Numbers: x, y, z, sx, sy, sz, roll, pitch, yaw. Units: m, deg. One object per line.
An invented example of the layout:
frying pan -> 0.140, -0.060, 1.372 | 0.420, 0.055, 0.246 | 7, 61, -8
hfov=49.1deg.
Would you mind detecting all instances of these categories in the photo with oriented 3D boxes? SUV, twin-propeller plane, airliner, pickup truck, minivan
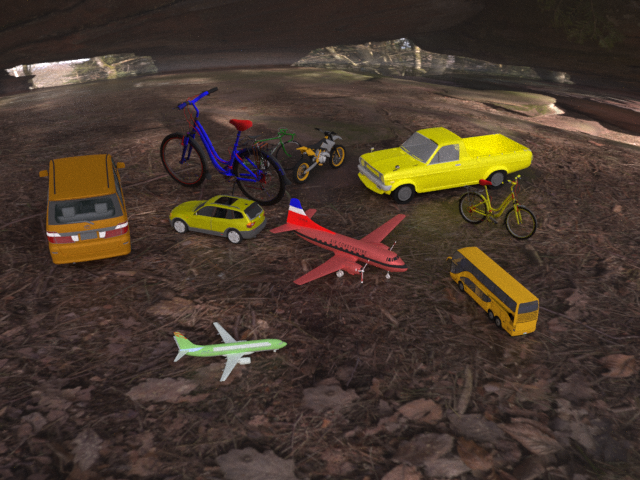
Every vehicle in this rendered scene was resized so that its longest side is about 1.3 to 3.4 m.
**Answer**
SUV -> -1.623, -0.398, 11.045 | 1.572, 0.580, 0.656 | 10, 29, 20
twin-propeller plane -> 0.344, -0.018, 10.063 | 2.129, 0.792, 2.663 | 19, 32, 32
airliner -> -1.032, 1.178, 8.105 | 1.307, 0.429, 1.161 | -5, 27, -10
pickup truck -> 2.275, -1.478, 12.719 | 3.117, 0.993, 1.244 | -10, 29, -19
minivan -> -3.656, -0.686, 10.932 | 1.324, 1.197, 3.011 | -8, 28, -16

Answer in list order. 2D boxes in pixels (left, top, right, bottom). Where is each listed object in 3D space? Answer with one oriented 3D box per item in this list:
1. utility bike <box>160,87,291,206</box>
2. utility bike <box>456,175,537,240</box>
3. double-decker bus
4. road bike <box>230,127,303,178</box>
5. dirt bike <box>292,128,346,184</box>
utility bike -> -1.743, -1.533, 11.893 | 2.791, 1.839, 1.039 | 14, 30, 26
utility bike -> 2.806, -0.596, 11.032 | 1.435, 0.946, 0.535 | 22, 34, 37
double-decker bus -> 2.214, 0.613, 9.094 | 0.389, 0.541, 1.672 | -9, 28, -17
road bike -> -0.999, -1.633, 13.181 | 1.545, 0.852, 0.358 | -14, 30, -25
dirt bike -> 0.001, -1.612, 13.134 | 0.527, 0.857, 1.493 | 21, 34, 35
